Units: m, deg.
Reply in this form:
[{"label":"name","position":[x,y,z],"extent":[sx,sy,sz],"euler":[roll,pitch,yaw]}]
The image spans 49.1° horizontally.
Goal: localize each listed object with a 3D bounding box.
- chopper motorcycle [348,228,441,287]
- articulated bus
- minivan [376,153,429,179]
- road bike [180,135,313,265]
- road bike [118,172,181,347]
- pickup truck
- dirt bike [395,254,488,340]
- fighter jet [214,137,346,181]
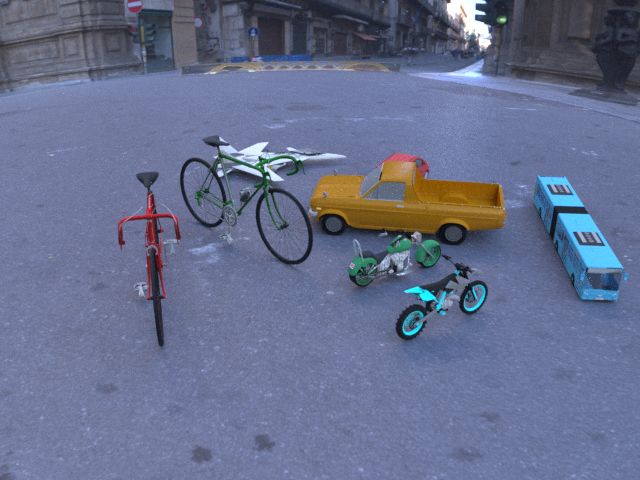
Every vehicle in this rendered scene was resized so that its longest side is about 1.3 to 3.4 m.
[{"label":"chopper motorcycle","position":[1.069,0.176,9.770],"extent":[1.563,0.761,0.466],"euler":[-15,30,-28]},{"label":"articulated bus","position":[3.828,-0.148,10.644],"extent":[0.605,0.561,3.401],"euler":[2,27,4]},{"label":"minivan","position":[1.497,-1.245,12.784],"extent":[0.681,0.616,1.548],"euler":[14,30,26]},{"label":"road bike","position":[-1.200,-0.693,10.510],"extent":[3.004,1.656,0.696],"euler":[23,34,38]},{"label":"road bike","position":[-2.136,0.060,9.000],"extent":[0.696,1.656,3.004],"euler":[-6,27,-11]},{"label":"pickup truck","position":[1.392,-0.675,11.217],"extent":[3.117,0.993,1.244],"euler":[5,27,9]},{"label":"dirt bike","position":[1.536,0.689,8.633],"extent":[1.493,0.857,0.527],"euler":[-16,31,-29]},{"label":"fighter jet","position":[-0.763,-1.713,13.790],"extent":[2.640,0.557,2.229],"euler":[-5,27,-10]}]
